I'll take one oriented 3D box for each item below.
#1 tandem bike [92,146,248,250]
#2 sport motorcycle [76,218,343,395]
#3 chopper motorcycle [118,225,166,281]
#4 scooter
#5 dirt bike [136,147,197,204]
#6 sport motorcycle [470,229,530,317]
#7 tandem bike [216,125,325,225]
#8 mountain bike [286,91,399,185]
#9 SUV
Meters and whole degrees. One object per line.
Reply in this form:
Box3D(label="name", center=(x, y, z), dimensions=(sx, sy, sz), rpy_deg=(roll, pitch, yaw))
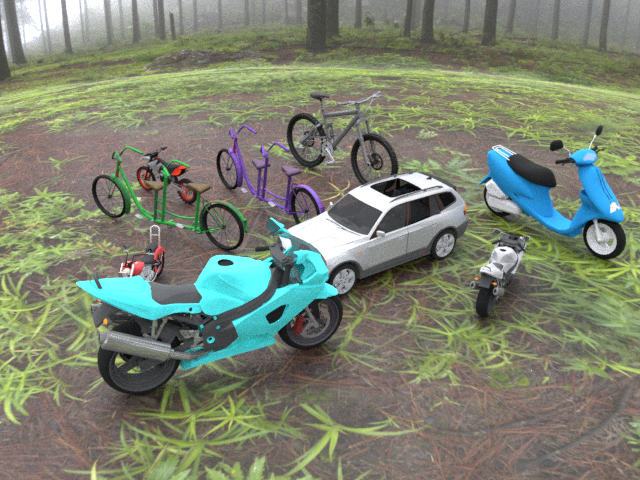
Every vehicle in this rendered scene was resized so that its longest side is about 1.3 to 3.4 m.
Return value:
Box3D(label="tandem bike", center=(-2.471, -0.694, 11.057), dimensions=(3.192, 1.326, 0.550), rpy_deg=(14, 30, 26))
Box3D(label="sport motorcycle", center=(-1.083, 0.784, 7.846), dimensions=(2.955, 1.596, 0.983), rpy_deg=(-11, 29, -21))
Box3D(label="chopper motorcycle", center=(-2.476, 0.439, 9.449), dimensions=(0.466, 0.761, 1.563), rpy_deg=(5, 27, 11))
Box3D(label="scooter", center=(3.621, -0.897, 10.948), dimensions=(1.288, 1.786, 2.721), rpy_deg=(-20, 33, -33))
Box3D(label="dirt bike", center=(-2.769, -1.164, 12.501), dimensions=(1.493, 0.857, 0.527), rpy_deg=(17, 31, 30))
Box3D(label="sport motorcycle", center=(2.420, 0.418, 9.425), dimensions=(0.506, 0.821, 1.520), rpy_deg=(15, 30, 27))
Box3D(label="tandem bike", center=(-0.935, -1.107, 11.871), dimensions=(0.550, 1.326, 3.192), rpy_deg=(-20, 33, -34))
Box3D(label="mountain bike", center=(0.353, -1.950, 13.131), dimensions=(1.114, 1.688, 2.857), rpy_deg=(-24, 35, -39))
Box3D(label="SUV", center=(0.802, -0.200, 10.303), dimensions=(3.058, 1.128, 1.276), rpy_deg=(-17, 32, -30))
